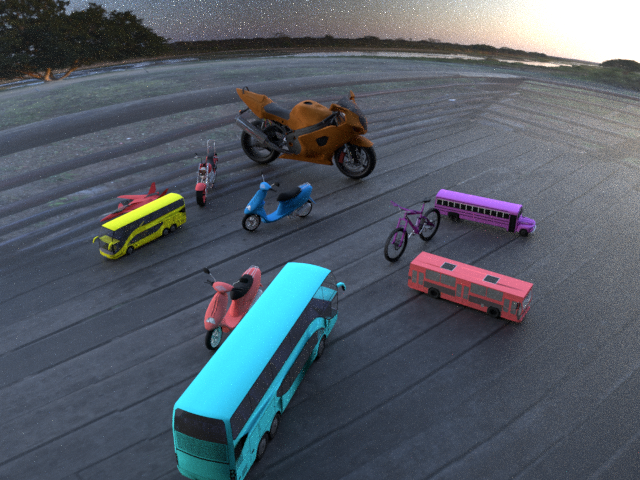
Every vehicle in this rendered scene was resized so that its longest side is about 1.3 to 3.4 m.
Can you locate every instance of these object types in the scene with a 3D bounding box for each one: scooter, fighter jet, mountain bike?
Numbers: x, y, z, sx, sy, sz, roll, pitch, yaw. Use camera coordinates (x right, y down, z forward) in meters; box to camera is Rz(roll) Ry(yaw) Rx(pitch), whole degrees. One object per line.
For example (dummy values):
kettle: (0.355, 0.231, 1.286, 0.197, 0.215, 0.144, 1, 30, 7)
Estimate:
scooter: (-1.128, 0.743, 9.150, 0.662, 0.919, 1.399, 12, 31, 21)
scooter: (-0.694, -0.690, 11.774, 1.399, 0.919, 0.662, -16, 33, -27)
fighter jet: (-3.302, -0.637, 12.336, 1.147, 0.286, 1.358, 23, 36, 35)
mountain bike: (1.473, -0.224, 10.974, 0.573, 0.868, 1.469, 23, 36, 36)

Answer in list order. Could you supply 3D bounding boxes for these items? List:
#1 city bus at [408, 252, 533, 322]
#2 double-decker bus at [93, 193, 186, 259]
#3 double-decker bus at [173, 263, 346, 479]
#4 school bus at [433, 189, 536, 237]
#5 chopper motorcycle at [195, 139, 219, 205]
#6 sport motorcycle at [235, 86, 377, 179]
city bus: (2.076, 0.657, 9.786, 1.674, 0.460, 0.476, 17, 33, 28)
double-decker bus: (-2.868, -0.225, 11.316, 0.389, 0.541, 1.672, 19, 34, 31)
double-decker bus: (-0.570, 1.322, 7.951, 0.756, 1.052, 3.251, 10, 30, 17)
school bus: (2.804, -0.473, 11.882, 1.708, 0.434, 0.365, 14, 32, 24)
chopper motorcycle: (-2.110, -1.263, 12.988, 0.466, 0.761, 1.563, 1, 29, 2)
sport motorcycle: (-0.290, -2.104, 13.656, 2.955, 1.596, 0.983, 12, 31, 20)
